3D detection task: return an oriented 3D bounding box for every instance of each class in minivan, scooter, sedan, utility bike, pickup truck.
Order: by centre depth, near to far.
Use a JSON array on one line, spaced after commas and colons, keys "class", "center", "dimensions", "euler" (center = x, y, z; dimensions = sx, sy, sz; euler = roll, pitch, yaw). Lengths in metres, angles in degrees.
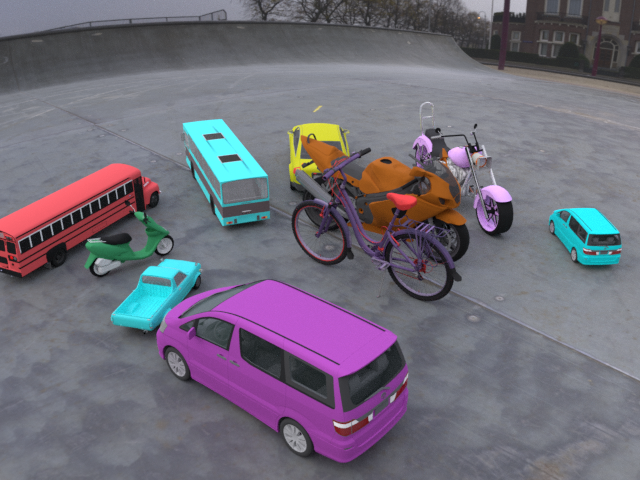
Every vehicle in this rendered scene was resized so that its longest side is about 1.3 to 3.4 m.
[{"class": "minivan", "center": [-0.525, 1.162, 7.566], "dimensions": [3.011, 1.197, 1.324], "euler": [21, 34, 35]}, {"class": "pickup truck", "center": [-2.129, 0.667, 9.280], "dimensions": [0.640, 0.511, 1.603], "euler": [7, 28, 13]}, {"class": "utility bike", "center": [0.633, -0.171, 9.460], "dimensions": [2.791, 1.839, 1.039], "euler": [19, 33, 32]}, {"class": "scooter", "center": [-2.777, -0.026, 10.184], "dimensions": [1.399, 0.919, 0.662], "euler": [-21, 34, -35]}, {"class": "minivan", "center": [4.055, -0.158, 10.773], "dimensions": [0.681, 0.616, 1.548], "euler": [-1, 27, -3]}, {"class": "sedan", "center": [-0.011, -1.786, 13.590], "dimensions": [1.235, 0.940, 3.137], "euler": [-1, 27, -2]}]

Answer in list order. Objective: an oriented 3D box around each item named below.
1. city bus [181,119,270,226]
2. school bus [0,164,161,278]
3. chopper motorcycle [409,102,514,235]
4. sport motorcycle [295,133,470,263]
[{"class": "city bus", "center": [-1.749, -1.256, 12.607], "dimensions": [0.926, 0.894, 3.255], "euler": [-10, 29, -18]}, {"class": "school bus", "center": [-3.749, -0.443, 11.078], "dimensions": [0.709, 0.844, 3.322], "euler": [12, 30, 22]}, {"class": "chopper motorcycle", "center": [2.403, -1.285, 12.022], "dimensions": [0.906, 1.480, 3.040], "euler": [-9, 29, -17]}, {"class": "sport motorcycle", "center": [0.924, -0.657, 10.672], "dimensions": [2.955, 1.596, 0.983], "euler": [17, 32, 30]}]
